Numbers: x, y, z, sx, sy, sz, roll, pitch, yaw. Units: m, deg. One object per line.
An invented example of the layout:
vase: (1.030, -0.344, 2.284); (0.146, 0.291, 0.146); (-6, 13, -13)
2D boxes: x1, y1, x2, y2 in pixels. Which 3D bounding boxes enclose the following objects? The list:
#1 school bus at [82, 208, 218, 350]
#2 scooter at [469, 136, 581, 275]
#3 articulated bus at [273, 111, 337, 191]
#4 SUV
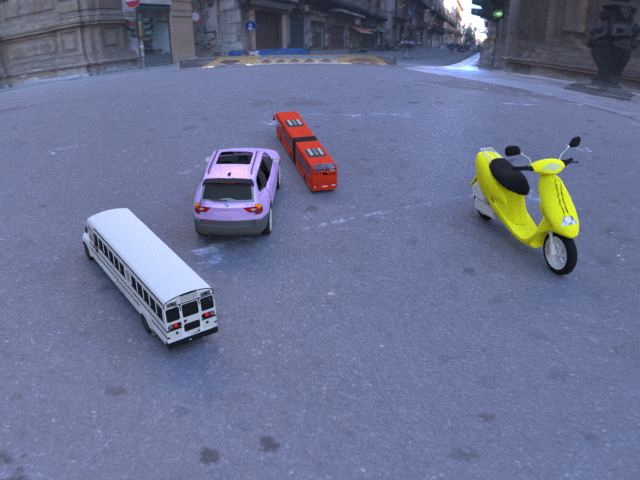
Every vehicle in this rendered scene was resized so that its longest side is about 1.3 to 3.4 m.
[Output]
school bus: (-2.471, 0.362, 9.599); (0.709, 0.844, 3.322); (-18, 33, -30)
scooter: (3.121, -0.766, 10.732); (1.288, 1.786, 2.721); (-10, 29, -18)
articulated bus: (-0.331, -1.858, 14.127); (0.605, 0.561, 3.401); (-7, 28, -13)
SUV: (-1.368, -1.034, 11.949); (1.276, 1.128, 3.058); (1, 28, 1)
